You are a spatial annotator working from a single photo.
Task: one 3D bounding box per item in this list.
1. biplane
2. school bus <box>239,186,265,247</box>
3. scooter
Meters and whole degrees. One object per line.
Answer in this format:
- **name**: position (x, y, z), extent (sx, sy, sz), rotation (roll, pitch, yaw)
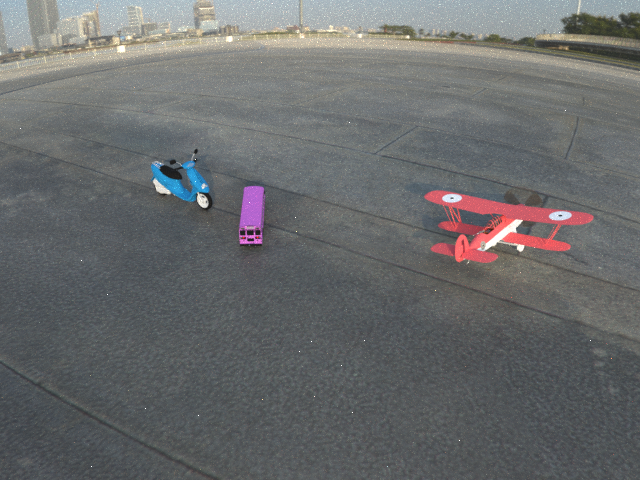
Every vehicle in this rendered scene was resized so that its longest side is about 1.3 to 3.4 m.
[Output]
- **biplane**: position (2.491, -0.136, 10.250), extent (2.598, 0.981, 2.120), rotation (22, 36, 34)
- **school bus**: position (-1.086, -0.438, 11.340), extent (0.365, 0.434, 1.708), rotation (-1, 29, -2)
- **scooter**: position (-2.398, -1.070, 11.968), extent (1.399, 0.919, 0.662), rotation (18, 34, 29)
